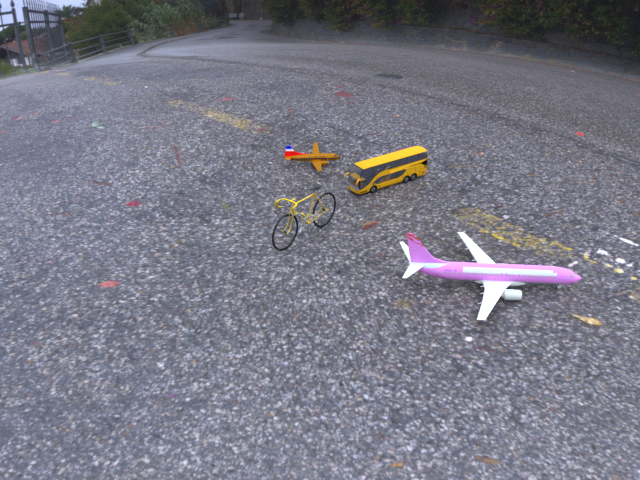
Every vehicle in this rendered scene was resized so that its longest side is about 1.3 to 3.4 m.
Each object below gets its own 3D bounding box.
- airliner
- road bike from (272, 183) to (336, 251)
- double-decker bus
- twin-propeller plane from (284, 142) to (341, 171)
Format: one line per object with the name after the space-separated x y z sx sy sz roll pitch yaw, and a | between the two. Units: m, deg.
2.404 0.298 9.784 2.541 0.835 2.257 2 30 3 | airliner
-0.231 -0.412 10.977 0.358 0.852 1.545 23 37 33 | road bike
1.230 -1.265 12.735 1.672 0.541 0.389 -18 35 -28 | double-decker bus
-0.143 -1.645 13.512 1.095 0.407 1.370 -2 30 -3 | twin-propeller plane
